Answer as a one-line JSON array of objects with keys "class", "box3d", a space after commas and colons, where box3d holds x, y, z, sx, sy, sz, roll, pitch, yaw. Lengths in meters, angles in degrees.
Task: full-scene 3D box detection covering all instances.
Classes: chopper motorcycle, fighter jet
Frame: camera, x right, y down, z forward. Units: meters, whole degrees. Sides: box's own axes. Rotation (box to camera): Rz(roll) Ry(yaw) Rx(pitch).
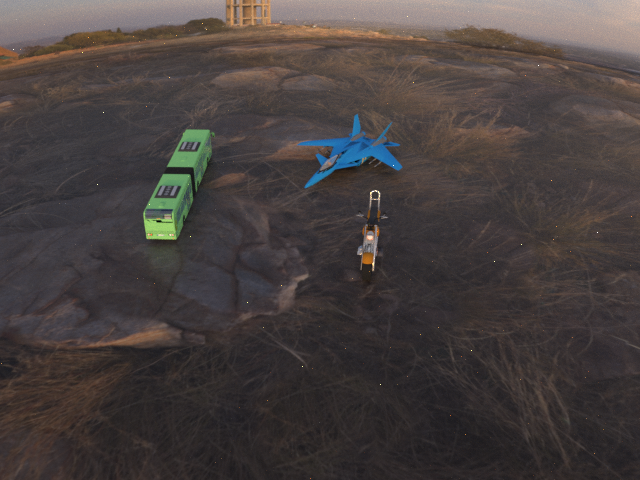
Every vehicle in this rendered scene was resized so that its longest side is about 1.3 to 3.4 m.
[{"class": "chopper motorcycle", "box3d": [0.754, -0.081, 10.353, 0.466, 0.761, 1.563, 4, 31, 7]}, {"class": "fighter jet", "box3d": [0.425, -1.637, 13.141, 2.229, 0.557, 2.640, 18, 35, 27]}]

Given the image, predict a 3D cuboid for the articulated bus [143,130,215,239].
[{"class": "articulated bus", "box3d": [-2.396, -1.060, 12.177, 0.605, 0.561, 3.401, 1, 31, 2]}]
